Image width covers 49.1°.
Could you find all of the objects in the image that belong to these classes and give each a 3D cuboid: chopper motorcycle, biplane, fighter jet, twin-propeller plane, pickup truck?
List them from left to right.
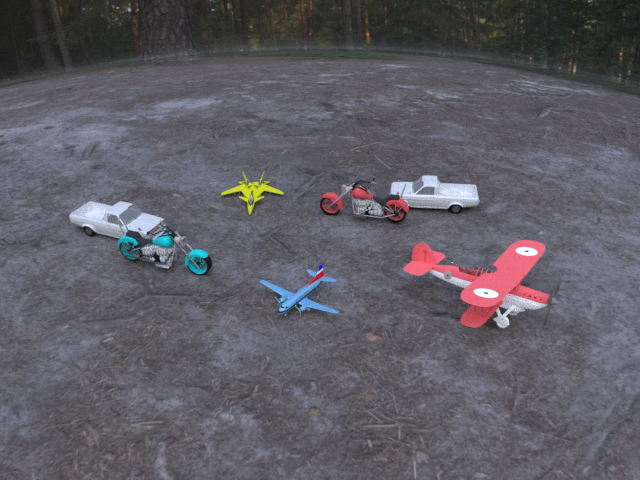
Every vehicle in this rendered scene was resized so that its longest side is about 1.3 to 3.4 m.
[{"bbox_3d":[-3.383,-0.342,11.695,1.603,0.511,0.640,12,32,20],"label":"pickup truck"},{"bbox_3d":[-2.399,0.091,10.697,1.563,0.761,0.466,9,31,16],"label":"chopper motorcycle"},{"bbox_3d":[-1.248,-0.865,12.822,1.147,0.286,1.358,-1,30,-1],"label":"fighter jet"},{"bbox_3d":[-0.254,0.727,9.953,1.370,0.407,1.095,20,35,30],"label":"twin-propeller plane"},{"bbox_3d":[0.763,-0.706,12.074,1.563,0.761,0.466,9,31,14],"label":"chopper motorcycle"},{"bbox_3d":[2.041,-0.850,12.571,1.603,0.511,0.640,3,30,5],"label":"pickup truck"},{"bbox_3d":[2.240,0.555,9.676,2.120,0.981,2.598,18,34,28],"label":"biplane"}]
